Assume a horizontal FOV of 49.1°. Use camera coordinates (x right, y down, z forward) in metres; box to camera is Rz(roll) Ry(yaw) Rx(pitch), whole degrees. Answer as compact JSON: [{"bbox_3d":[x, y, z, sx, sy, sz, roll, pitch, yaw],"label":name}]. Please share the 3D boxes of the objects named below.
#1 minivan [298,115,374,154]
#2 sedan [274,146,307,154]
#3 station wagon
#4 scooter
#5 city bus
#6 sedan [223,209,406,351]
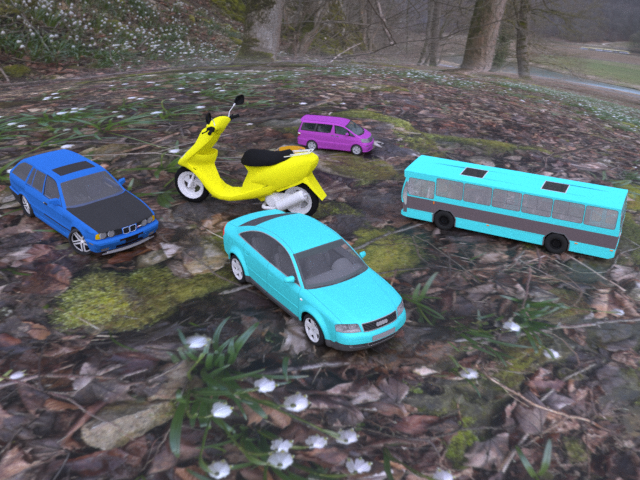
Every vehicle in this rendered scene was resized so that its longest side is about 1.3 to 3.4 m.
[{"bbox_3d":[0.331,-2.169,14.320,1.548,0.616,0.681,8,28,14],"label":"minivan"},{"bbox_3d":[-0.569,-1.506,13.166,0.635,0.483,1.613,1,27,2],"label":"sedan"},{"bbox_3d":[-3.812,-0.705,11.118,1.327,0.920,3.105,-24,35,-38],"label":"station wagon"},{"bbox_3d":[-1.201,-1.299,11.329,2.721,1.786,1.288,9,28,18],"label":"scooter"},{"bbox_3d":[2.917,-0.520,10.785,3.255,0.894,0.926,13,30,24],"label":"city bus"},{"bbox_3d":[-0.158,0.333,9.063,1.235,0.940,3.137,-18,32,-31],"label":"sedan"}]
